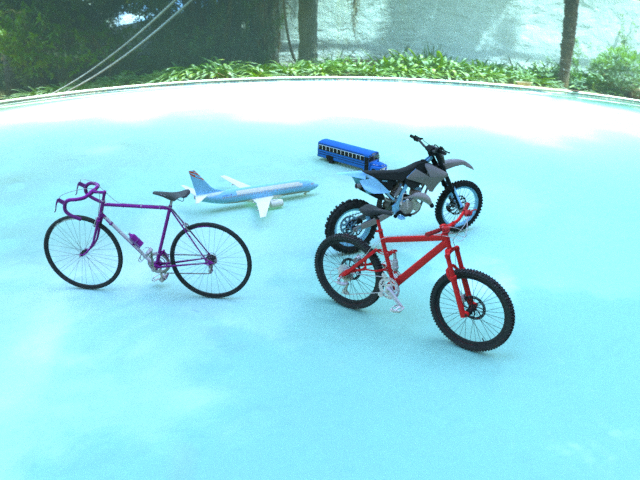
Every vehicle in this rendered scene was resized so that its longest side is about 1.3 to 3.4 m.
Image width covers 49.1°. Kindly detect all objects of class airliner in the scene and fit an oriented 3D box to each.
[{"bbox_3d":[-1.180,-1.043,12.841,2.541,0.835,2.257,-11,27,-22],"label":"airliner"}]

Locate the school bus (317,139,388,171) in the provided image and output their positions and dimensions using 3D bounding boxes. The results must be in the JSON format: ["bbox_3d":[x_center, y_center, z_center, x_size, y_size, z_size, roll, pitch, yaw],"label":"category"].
[{"bbox_3d":[0.690,-1.767,14.852,1.708,0.434,0.365,21,32,37],"label":"school bus"}]

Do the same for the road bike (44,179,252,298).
[{"bbox_3d":[-2.418,0.011,9.633,3.004,1.656,0.696,3,25,7],"label":"road bike"}]

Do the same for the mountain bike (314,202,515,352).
[{"bbox_3d":[1.108,0.370,8.833,2.857,1.688,1.114,17,30,31],"label":"mountain bike"}]

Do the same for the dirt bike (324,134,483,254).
[{"bbox_3d":[1.408,-0.732,11.202,2.903,1.666,1.024,-11,27,-21],"label":"dirt bike"}]
